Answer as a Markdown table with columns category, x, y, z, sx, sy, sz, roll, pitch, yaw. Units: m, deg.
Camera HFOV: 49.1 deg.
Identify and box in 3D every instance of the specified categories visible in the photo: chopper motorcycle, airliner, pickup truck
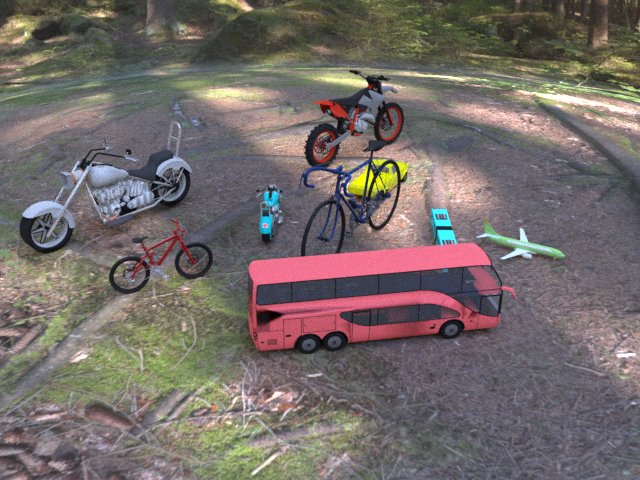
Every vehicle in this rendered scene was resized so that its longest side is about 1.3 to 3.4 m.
| category | x | y | z | sx | sy | sz | roll | pitch | yaw |
| --- | --- | --- | --- | --- | --- | --- | --- | --- | --- |
| chopper motorcycle | -0.802 | -0.556 | 11.395 | 0.466 | 0.761 | 1.563 | 1 | 27 | 2 |
| chopper motorcycle | -3.375 | -0.890 | 11.259 | 0.906 | 1.480 | 3.040 | 24 | 35 | 38 |
| airliner | 3.087 | -0.005 | 10.678 | 1.307 | 0.429 | 1.161 | 14 | 30 | 25 |
| pickup truck | 1.093 | -1.168 | 12.871 | 0.640 | 0.511 | 1.603 | 13 | 30 | 24 |

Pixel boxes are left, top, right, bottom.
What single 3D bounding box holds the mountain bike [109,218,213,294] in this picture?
| category | x | y | z | sx | sy | sz | roll | pitch | yaw |
| --- | --- | --- | --- | --- | --- | --- | --- | --- | --- |
| mountain bike | -2.196 | 0.250 | 9.696 | 1.469 | 0.868 | 0.573 | -13 | 30 | -24 |

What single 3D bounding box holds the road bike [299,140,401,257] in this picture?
| category | x | y | z | sx | sy | sz | roll | pitch | yaw |
| --- | --- | --- | --- | --- | --- | --- | --- | --- | --- |
| road bike | 0.545 | -0.588 | 10.472 | 0.696 | 1.656 | 3.004 | 16 | 31 | 28 |

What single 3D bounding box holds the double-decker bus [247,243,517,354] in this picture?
| category | x | y | z | sx | sy | sz | roll | pitch | yaw |
| --- | --- | --- | --- | --- | --- | --- | --- | --- | --- |
| double-decker bus | 0.740 | 0.690 | 8.631 | 3.251 | 1.052 | 0.756 | -5 | 27 | -9 |

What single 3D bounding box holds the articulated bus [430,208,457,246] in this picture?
| category | x | y | z | sx | sy | sz | roll | pitch | yaw |
| --- | --- | --- | --- | --- | --- | --- | --- | --- | --- |
| articulated bus | 1.934 | -0.025 | 10.873 | 0.311 | 0.289 | 1.749 | 1 | 27 | 2 |

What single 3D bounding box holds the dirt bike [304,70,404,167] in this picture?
| category | x | y | z | sx | sy | sz | roll | pitch | yaw |
| --- | --- | --- | --- | --- | --- | --- | --- | --- | --- |
| dirt bike | 0.759 | -2.504 | 14.218 | 2.903 | 1.666 | 1.024 | -24 | 35 | -39 |
